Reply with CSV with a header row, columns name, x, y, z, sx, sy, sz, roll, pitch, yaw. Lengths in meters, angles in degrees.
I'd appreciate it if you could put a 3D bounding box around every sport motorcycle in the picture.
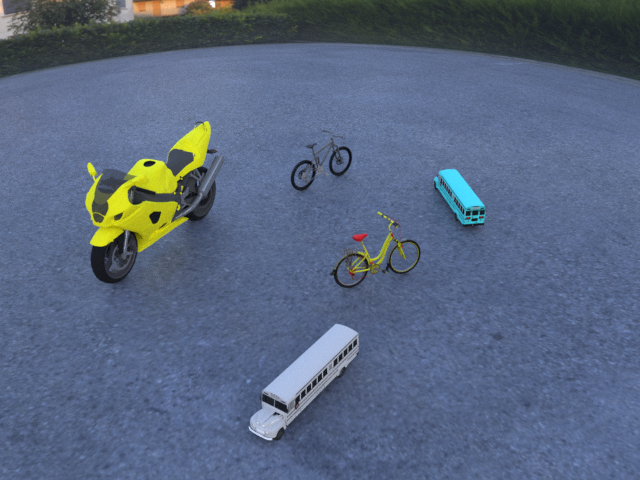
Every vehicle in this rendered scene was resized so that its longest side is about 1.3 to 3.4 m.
name,x,y,z,sx,sy,sz,roll,pitch,yaw
sport motorcycle,-2.417,-0.615,10.376,0.983,1.596,2.955,13,33,21

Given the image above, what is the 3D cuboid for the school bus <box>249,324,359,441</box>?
name,x,y,z,sx,sy,sz,roll,pitch,yaw
school bus,-0.154,1.556,7.794,0.365,0.434,1.708,19,35,29

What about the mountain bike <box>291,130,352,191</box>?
name,x,y,z,sx,sy,sz,roll,pitch,yaw
mountain bike,0.045,-1.424,12.494,1.469,0.868,0.573,-25,38,-36

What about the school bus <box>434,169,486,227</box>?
name,x,y,z,sx,sy,sz,roll,pitch,yaw
school bus,2.315,-0.760,11.782,0.365,0.434,1.708,-4,30,-8

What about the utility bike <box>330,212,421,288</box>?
name,x,y,z,sx,sy,sz,roll,pitch,yaw
utility bike,0.767,0.133,9.736,1.435,0.946,0.535,-13,33,-21
